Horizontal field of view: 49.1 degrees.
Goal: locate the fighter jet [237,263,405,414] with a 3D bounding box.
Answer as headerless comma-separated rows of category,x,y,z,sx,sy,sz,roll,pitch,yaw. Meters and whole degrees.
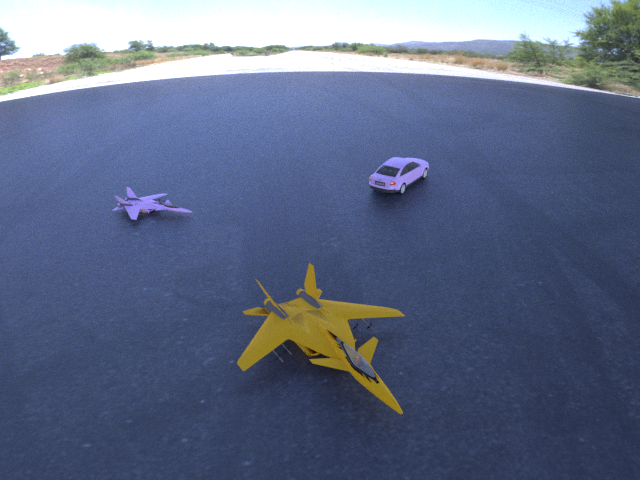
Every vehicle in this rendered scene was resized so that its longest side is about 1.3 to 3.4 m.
fighter jet,0.170,1.120,8.093,2.229,0.557,2.640,-15,30,-27

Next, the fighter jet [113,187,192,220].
fighter jet,-2.804,-0.632,11.943,1.358,0.286,1.147,7,27,14

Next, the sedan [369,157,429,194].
sedan,1.501,-1.286,13.044,0.635,0.483,1.613,17,31,30
